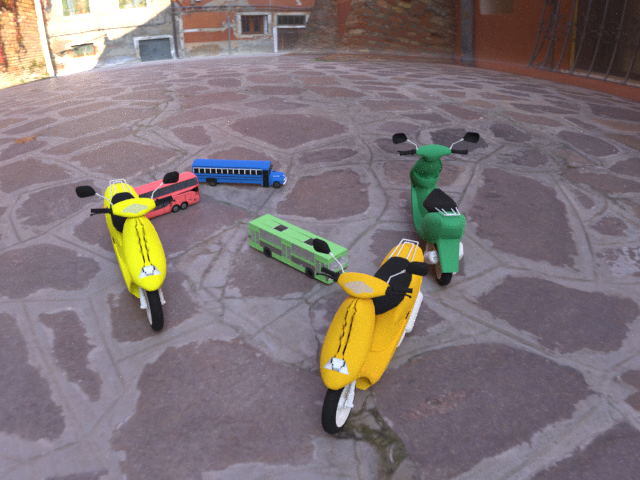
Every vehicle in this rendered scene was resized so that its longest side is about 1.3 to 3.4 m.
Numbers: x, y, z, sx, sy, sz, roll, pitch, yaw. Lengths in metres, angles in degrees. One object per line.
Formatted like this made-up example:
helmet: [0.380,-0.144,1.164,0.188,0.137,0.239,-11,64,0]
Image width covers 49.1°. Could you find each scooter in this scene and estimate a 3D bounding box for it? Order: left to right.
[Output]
scooter: [-2.521,-0.122,9.433,1.288,1.786,2.721,-12,31,-20]
scooter: [0.631,0.752,7.840,1.288,1.786,2.721,13,31,22]
scooter: [1.704,-0.628,10.356,1.288,1.786,2.721,-1,29,-2]

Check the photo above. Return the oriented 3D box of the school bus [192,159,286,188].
school bus: [-1.477,-1.233,12.864,1.708,0.434,0.365,2,29,4]

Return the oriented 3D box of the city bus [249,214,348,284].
city bus: [-0.347,0.129,10.354,1.674,0.460,0.476,24,37,37]

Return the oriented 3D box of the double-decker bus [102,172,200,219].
double-decker bus: [-2.798,-0.661,11.710,1.672,0.541,0.389,-23,36,-36]
